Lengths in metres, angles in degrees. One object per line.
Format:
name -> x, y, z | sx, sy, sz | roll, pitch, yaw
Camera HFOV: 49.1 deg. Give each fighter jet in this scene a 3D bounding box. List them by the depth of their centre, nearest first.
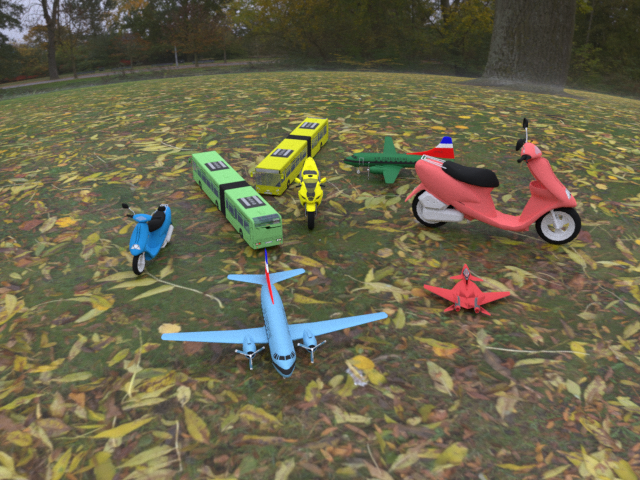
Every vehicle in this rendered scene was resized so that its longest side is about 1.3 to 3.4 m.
fighter jet -> 2.003, 0.564, 9.545 | 1.147, 0.286, 1.358 | 4, 27, 9

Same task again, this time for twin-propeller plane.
twin-propeller plane -> -0.536, 0.869, 8.352 | 2.663, 0.792, 2.129 | -5, 27, -9
twin-propeller plane -> 1.509, -1.623, 13.420 | 2.129, 0.792, 2.663 | 2, 26, 4

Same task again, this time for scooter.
scooter -> -2.487, -0.159, 10.299 | 0.662, 0.919, 1.399 | 4, 27, 9
scooter -> 2.687, -0.888, 10.799 | 2.721, 1.786, 1.288 | 9, 27, 17

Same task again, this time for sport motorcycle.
sport motorcycle -> -0.160, -0.799, 11.711 | 0.506, 0.821, 1.520 | -1, 26, -1

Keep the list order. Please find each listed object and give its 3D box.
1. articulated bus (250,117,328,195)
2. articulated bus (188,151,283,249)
articulated bus -> -0.495, -1.737, 13.913 | 0.605, 0.561, 3.401 | 7, 27, 14
articulated bus -> -1.493, -0.764, 11.934 | 0.605, 0.561, 3.401 | -12, 28, -22
